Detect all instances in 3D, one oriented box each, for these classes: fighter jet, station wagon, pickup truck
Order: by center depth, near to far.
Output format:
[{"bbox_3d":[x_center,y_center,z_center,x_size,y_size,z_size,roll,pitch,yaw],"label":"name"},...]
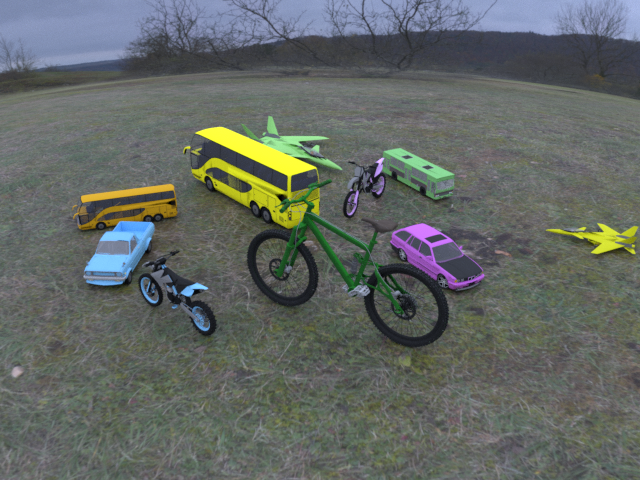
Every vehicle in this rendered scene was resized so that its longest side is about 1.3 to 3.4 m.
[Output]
[{"bbox_3d":[1.691,0.198,10.175,0.682,0.473,1.597,-14,30,-26],"label":"station wagon"},{"bbox_3d":[-2.922,0.122,10.284,0.640,0.511,1.603,2,27,4],"label":"pickup truck"},{"bbox_3d":[4.263,-0.115,11.010,1.358,0.286,1.147,11,29,21],"label":"fighter jet"},{"bbox_3d":[-0.501,-1.934,14.343,2.229,0.557,2.640,-24,35,-39],"label":"fighter jet"}]

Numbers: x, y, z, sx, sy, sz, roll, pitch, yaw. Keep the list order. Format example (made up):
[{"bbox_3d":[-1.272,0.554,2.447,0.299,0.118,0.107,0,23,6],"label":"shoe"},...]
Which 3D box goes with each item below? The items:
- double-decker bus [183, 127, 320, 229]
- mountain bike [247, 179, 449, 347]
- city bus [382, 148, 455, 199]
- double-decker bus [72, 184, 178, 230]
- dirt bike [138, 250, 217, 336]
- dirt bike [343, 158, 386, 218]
[{"bbox_3d":[-1.247,-1.169,12.261,0.756,1.052,3.251,-20,33,-35],"label":"double-decker bus"},{"bbox_3d":[0.261,0.304,8.606,2.857,1.688,1.114,15,30,28],"label":"mountain bike"},{"bbox_3d":[1.802,-1.231,13.047,0.476,0.460,1.674,-14,30,-27],"label":"city bus"},{"bbox_3d":[-3.213,-0.540,11.573,1.672,0.541,0.389,-10,28,-18],"label":"double-decker bus"},{"bbox_3d":[-1.851,0.642,8.857,1.493,0.857,0.527,21,33,35],"label":"dirt bike"},{"bbox_3d":[0.793,-0.961,12.063,0.527,0.857,1.493,15,30,28],"label":"dirt bike"}]
